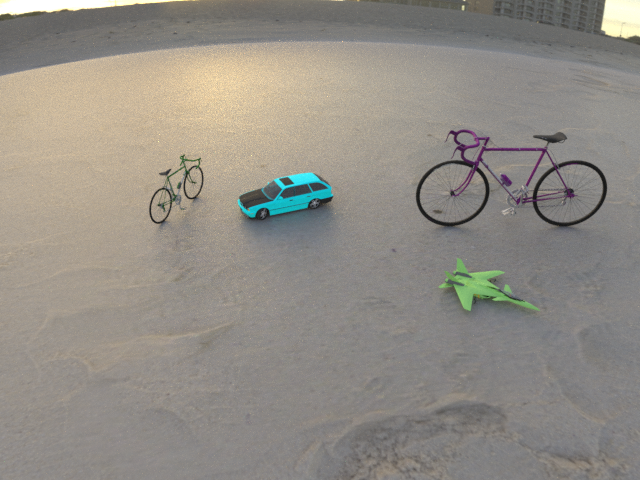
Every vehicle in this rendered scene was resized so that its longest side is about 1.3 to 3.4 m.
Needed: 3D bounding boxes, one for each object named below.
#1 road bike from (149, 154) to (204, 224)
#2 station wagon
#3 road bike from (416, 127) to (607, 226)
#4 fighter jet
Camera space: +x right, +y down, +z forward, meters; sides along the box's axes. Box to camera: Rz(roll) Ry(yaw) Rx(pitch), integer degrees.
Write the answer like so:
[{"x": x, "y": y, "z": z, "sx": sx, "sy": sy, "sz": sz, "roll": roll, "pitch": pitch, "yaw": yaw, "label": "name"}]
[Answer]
[{"x": -2.373, "y": -0.881, "z": 11.618, "sx": 0.358, "sy": 0.852, "sz": 1.545, "roll": 13, "pitch": 33, "yaw": 21, "label": "road bike"}, {"x": -0.594, "y": -0.777, "z": 11.816, "sx": 1.597, "sy": 0.473, "sz": 0.682, "roll": -13, "pitch": 33, "yaw": -21, "label": "station wagon"}, {"x": 3.016, "y": -0.939, "z": 10.924, "sx": 3.004, "sy": 1.656, "sz": 0.697, "roll": 0, "pitch": 30, "yaw": 0, "label": "road bike"}, {"x": 2.364, "y": 0.657, "z": 9.559, "sx": 1.358, "sy": 0.286, "sz": 1.147, "roll": 20, "pitch": 36, "yaw": 30, "label": "fighter jet"}]
